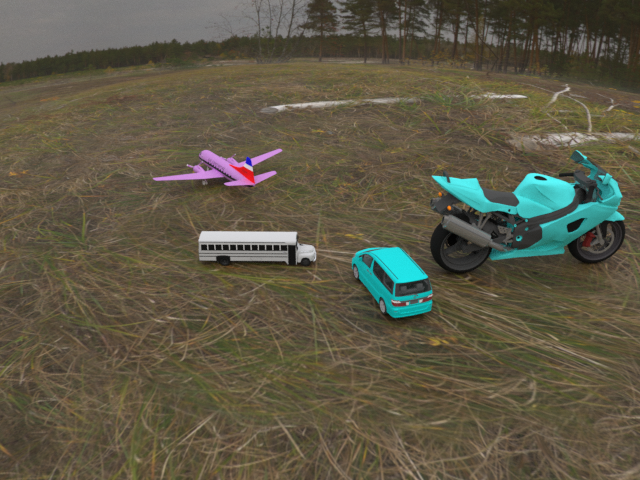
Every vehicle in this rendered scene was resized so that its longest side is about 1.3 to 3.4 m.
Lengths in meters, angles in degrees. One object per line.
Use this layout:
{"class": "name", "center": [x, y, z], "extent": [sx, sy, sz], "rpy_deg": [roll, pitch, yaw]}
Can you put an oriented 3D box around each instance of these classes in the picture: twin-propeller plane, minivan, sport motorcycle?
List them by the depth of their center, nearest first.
{"class": "minivan", "center": [0.939, 0.454, 9.448], "extent": [0.681, 0.616, 1.548], "rpy_deg": [-9, 29, -17]}
{"class": "sport motorcycle", "center": [2.967, -0.319, 9.876], "extent": [2.955, 1.596, 0.983], "rpy_deg": [-3, 27, -7]}
{"class": "twin-propeller plane", "center": [-1.734, -1.398, 12.843], "extent": [2.663, 0.792, 2.129], "rpy_deg": [-18, 32, -31]}

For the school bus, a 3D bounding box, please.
{"class": "school bus", "center": [-0.912, 0.116, 10.300], "extent": [1.708, 0.434, 0.365], "rpy_deg": [0, 27, 1]}
